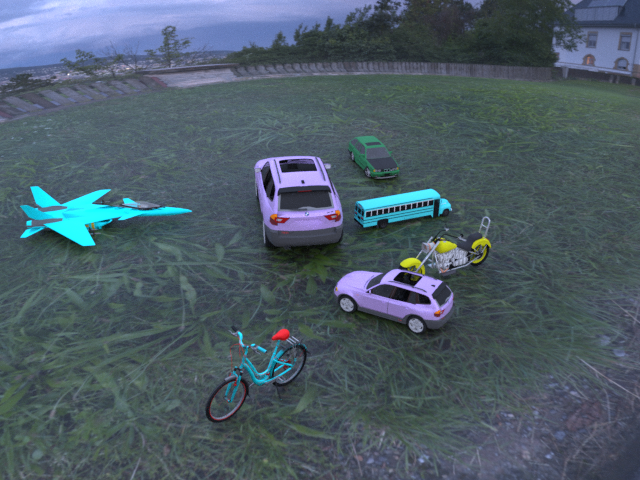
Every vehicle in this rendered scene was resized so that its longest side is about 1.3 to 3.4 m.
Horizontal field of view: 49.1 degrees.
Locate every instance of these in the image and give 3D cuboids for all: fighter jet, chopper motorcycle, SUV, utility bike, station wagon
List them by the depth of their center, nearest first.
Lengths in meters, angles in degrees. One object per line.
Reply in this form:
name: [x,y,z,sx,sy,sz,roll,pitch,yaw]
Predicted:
utility bike: [-0.590,1.329,7.309,1.435,0.946,0.535,-24,35,-39]
SUV: [0.943,0.687,9.005,1.572,0.580,0.656,14,30,27]
chopper motorcycle: [1.772,0.160,9.860,1.563,0.761,0.466,-13,29,-25]
SUV: [-0.399,-0.846,11.463,1.276,1.128,3.058,-4,27,-8]
fighter jet: [-3.454,-0.545,11.501,2.640,0.557,2.229,-4,27,-8]
station wagon: [1.056,-1.673,13.856,0.682,0.473,1.597,-7,27,-14]

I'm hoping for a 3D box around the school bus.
school bus: [1.407,-0.531,11.610,1.708,0.434,0.365,-11,28,-21]
